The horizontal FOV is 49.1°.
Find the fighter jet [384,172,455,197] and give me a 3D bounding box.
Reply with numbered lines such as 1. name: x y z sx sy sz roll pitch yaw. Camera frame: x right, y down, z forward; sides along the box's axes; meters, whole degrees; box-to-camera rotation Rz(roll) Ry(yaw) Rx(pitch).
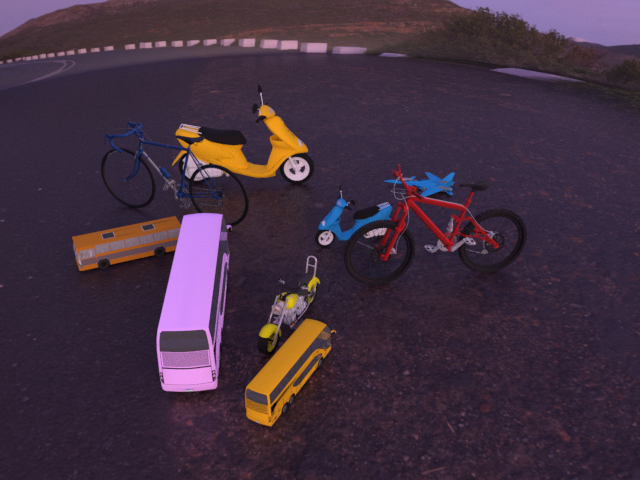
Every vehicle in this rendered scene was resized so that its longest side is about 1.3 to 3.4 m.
1. fighter jet: 1.899 -1.144 13.451 1.358 0.286 1.147 7 30 12

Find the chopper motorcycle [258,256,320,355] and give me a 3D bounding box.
1. chopper motorcycle: -0.409 0.866 9.449 0.466 0.761 1.563 13 32 22

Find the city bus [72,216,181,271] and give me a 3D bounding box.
1. city bus: -3.033 0.064 11.159 1.674 0.460 0.476 -13 32 -22

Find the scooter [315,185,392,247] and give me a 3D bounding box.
1. scooter: 0.581 -0.381 11.475 1.399 0.919 0.662 -10 31 -16

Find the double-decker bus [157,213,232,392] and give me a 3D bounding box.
1. double-decker bus: -1.649 0.672 9.496 0.756 1.052 3.251 -2 30 -3

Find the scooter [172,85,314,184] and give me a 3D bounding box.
1. scooter: -1.470 -1.886 13.238 2.721 1.786 1.288 0 30 0

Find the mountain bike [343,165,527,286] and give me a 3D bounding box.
1. mountain bike: 1.742 -0.156 10.306 2.857 1.688 1.114 -6 30 -10

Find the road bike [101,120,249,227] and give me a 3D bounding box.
1. road bike: -2.570 -1.136 12.055 3.004 1.656 0.697 12 32 20

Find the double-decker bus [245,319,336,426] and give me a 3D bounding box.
1. double-decker bus: -0.338 1.540 8.490 0.389 0.541 1.672 14 33 23
